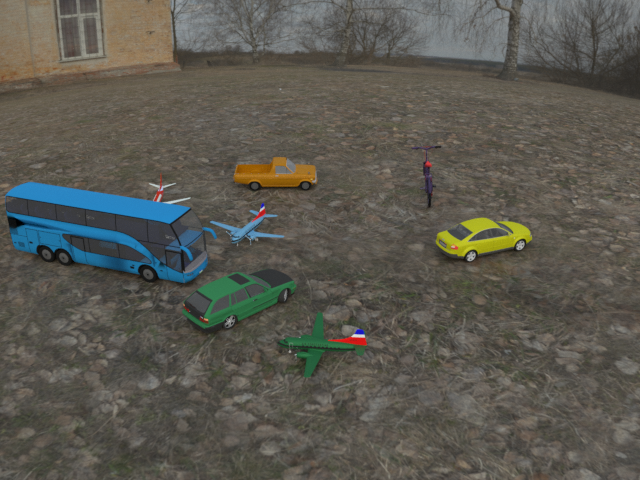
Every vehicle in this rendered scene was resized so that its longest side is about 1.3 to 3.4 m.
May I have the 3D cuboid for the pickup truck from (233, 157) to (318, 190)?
[{"bbox_3d":[-0.848,-1.289,13.397,1.603,0.511,0.640,0,26,-1],"label":"pickup truck"}]

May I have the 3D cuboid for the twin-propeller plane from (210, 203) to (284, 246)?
[{"bbox_3d":[-1.152,-0.244,11.412,1.370,0.407,1.095,12,29,22],"label":"twin-propeller plane"}]

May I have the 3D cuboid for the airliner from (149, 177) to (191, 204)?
[{"bbox_3d":[-2.916,-0.773,12.450,1.161,0.429,1.307,-1,26,-1],"label":"airliner"}]

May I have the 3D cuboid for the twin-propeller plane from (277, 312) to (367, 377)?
[{"bbox_3d":[0.021,1.223,8.463,1.095,0.407,1.370,3,27,6],"label":"twin-propeller plane"}]

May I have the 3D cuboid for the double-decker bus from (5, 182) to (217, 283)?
[{"bbox_3d":[-3.158,-0.117,10.433,3.251,1.052,0.756,9,28,18],"label":"double-decker bus"}]

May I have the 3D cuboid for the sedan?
[{"bbox_3d":[2.595,-0.074,10.985,1.613,0.483,0.635,-11,28,-21],"label":"sedan"}]

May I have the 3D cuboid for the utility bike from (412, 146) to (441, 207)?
[{"bbox_3d":[1.922,-1.214,12.757,0.535,0.946,1.435,2,27,4],"label":"utility bike"}]

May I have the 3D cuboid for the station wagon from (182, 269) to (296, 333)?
[{"bbox_3d":[-1.051,0.713,9.413,1.597,0.473,0.682,-23,34,-38],"label":"station wagon"}]
